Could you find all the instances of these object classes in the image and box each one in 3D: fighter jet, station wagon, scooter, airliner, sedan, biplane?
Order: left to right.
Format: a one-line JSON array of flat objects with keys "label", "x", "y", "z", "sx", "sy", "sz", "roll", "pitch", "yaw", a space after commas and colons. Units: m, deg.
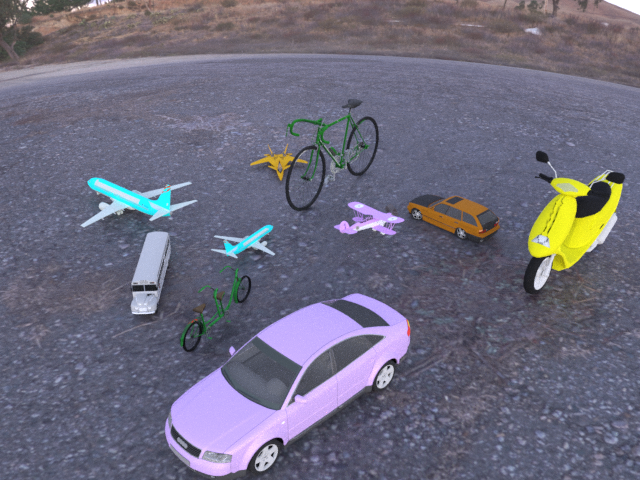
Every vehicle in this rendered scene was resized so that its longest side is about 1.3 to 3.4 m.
[{"label": "airliner", "x": -3.319, "y": -0.887, "z": 12.105, "sx": 2.541, "sy": 0.835, "sz": 2.257, "roll": 23, "pitch": 36, "yaw": 35}, {"label": "airliner", "x": -1.118, "y": -0.063, "z": 11.033, "sx": 1.161, "sy": 0.429, "sz": 1.307, "roll": 16, "pitch": 33, "yaw": 27}, {"label": "fighter jet", "x": -0.803, "y": -1.536, "z": 13.848, "sx": 1.147, "sy": 0.286, "sz": 1.358, "roll": -3, "pitch": 29, "yaw": -5}, {"label": "sedan", "x": -0.272, "y": 1.439, "z": 7.786, "sx": 3.137, "sy": 0.940, "sz": 1.235, "roll": -25, "pitch": 38, "yaw": -38}, {"label": "biplane", "x": 0.756, "y": -0.285, "z": 11.357, "sx": 1.090, "sy": 0.504, "sz": 1.336, "roll": -18, "pitch": 34, "yaw": -29}, {"label": "station wagon", "x": 2.207, "y": -0.468, "z": 11.721, "sx": 0.682, "sy": 0.473, "sz": 1.597, "roll": -25, "pitch": 37, "yaw": -37}, {"label": "scooter", "x": 3.771, "y": -0.404, "z": 10.248, "sx": 1.288, "sy": 1.786, "sz": 2.721, "roll": 24, "pitch": 37, "yaw": 37}]

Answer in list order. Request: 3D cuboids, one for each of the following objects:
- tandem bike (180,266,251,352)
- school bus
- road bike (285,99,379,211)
[{"label": "tandem bike", "x": -1.341, "y": 0.831, "z": 9.154, "sx": 0.283, "sy": 0.682, "sz": 1.642, "roll": 13, "pitch": 32, "yaw": 23}, {"label": "school bus", "x": -2.428, "y": 0.462, "z": 10.078, "sx": 0.365, "sy": 0.434, "sz": 1.708, "roll": -2, "pitch": 29, "yaw": -3}, {"label": "road bike", "x": 0.290, "y": -1.642, "z": 12.623, "sx": 0.696, "sy": 1.656, "sz": 3.004, "roll": 19, "pitch": 34, "yaw": 30}]
